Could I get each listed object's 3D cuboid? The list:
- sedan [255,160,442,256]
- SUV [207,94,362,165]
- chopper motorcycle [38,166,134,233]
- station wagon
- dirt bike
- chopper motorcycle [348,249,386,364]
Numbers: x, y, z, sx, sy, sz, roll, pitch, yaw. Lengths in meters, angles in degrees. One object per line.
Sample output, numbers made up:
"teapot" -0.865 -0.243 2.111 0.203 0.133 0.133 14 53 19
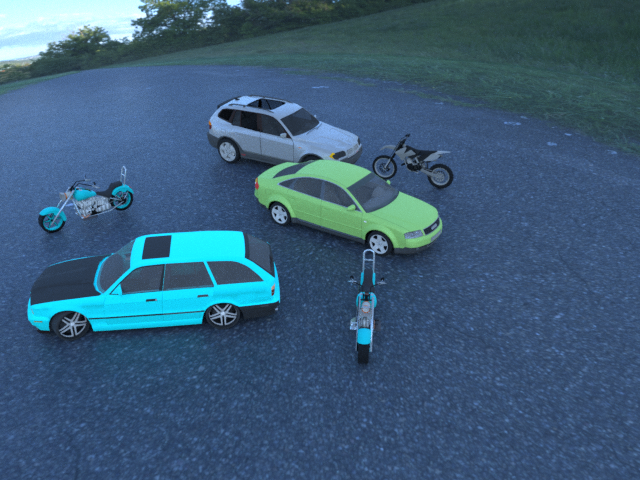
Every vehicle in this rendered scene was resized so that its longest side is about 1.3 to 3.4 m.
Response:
"sedan" 0.405 -0.635 10.925 3.137 0.940 1.235 18 33 29
"SUV" -0.698 -2.010 13.292 3.058 1.128 1.276 15 32 25
"chopper motorcycle" -3.718 -0.651 11.142 1.563 0.761 0.466 -21 35 -34
"station wagon" -2.082 0.481 8.861 3.105 0.920 1.327 -4 28 -7
"dirt bike" 1.643 -1.387 12.415 1.493 0.857 0.527 11 30 19
"chopper motorcycle" 0.558 0.781 8.470 0.466 0.761 1.563 3 28 5
